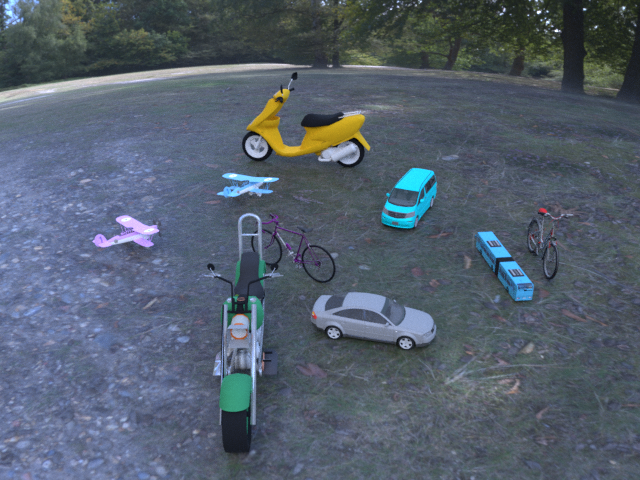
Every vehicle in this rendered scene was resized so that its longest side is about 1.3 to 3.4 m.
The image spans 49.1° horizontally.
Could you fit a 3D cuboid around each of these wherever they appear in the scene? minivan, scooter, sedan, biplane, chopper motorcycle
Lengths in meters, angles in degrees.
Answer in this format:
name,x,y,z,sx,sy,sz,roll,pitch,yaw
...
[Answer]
name,x,y,z,sx,sy,sz,roll,pitch,yaw
minivan,1.583,-0.738,12.303,0.681,0.616,1.548,11,29,22
scooter,-0.315,-2.402,14.338,2.721,1.786,1.288,5,27,10
sedan,0.684,0.983,8.984,1.613,0.483,0.635,7,27,13
biplane,-1.396,-0.971,12.897,1.336,0.504,1.090,19,32,33
chopper motorcycle,-0.866,0.930,7.971,0.906,1.480,3.040,-1,26,-1
biplane,-3.037,-0.071,11.083,1.090,0.504,1.336,-19,32,-33

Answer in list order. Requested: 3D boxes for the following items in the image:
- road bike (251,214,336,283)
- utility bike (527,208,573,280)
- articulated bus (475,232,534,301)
name,x,y,z,sx,sy,sz,roll,pitch,yaw
road bike,-0.417,0.115,10.320,1.545,0.852,0.358,17,31,30
utility bike,3.433,-0.066,10.578,0.535,0.946,1.435,0,26,-1
articulated bus,2.728,0.360,10.459,0.311,0.289,1.749,-3,27,-6
